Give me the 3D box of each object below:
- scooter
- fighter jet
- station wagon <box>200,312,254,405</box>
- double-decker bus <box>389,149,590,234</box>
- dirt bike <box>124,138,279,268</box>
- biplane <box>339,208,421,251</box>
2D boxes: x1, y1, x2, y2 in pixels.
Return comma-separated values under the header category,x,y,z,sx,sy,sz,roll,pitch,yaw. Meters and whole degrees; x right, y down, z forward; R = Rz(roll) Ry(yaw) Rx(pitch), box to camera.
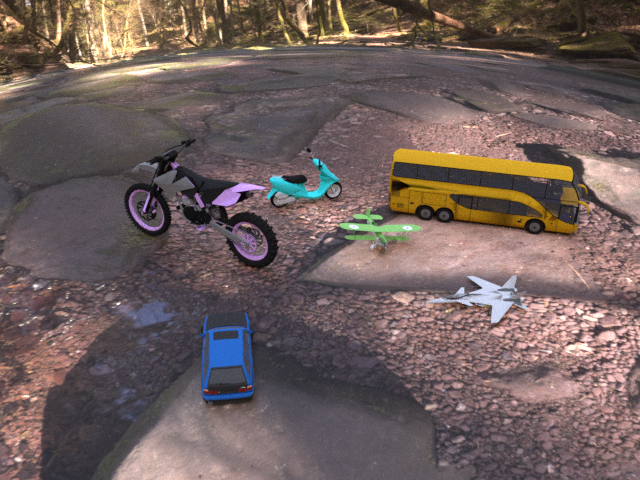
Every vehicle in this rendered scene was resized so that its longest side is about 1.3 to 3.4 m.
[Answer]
category,x,y,z,sx,sy,sz,roll,pitch,yaw
scooter,-0.261,-1.059,12.281,1.399,0.919,0.662,-10,31,-17
fighter jet,2.155,0.757,9.744,1.358,0.286,1.147,-3,30,-5
station wagon,-1.135,1.327,8.562,0.682,0.473,1.597,-4,30,-6
double-decker bus,2.785,-0.815,11.721,3.251,1.052,0.756,8,31,14
dirt bike,-1.907,-0.561,10.658,2.903,1.666,1.024,15,33,25
biplane,0.911,-0.159,11.127,1.336,0.504,1.090,-7,31,-12
